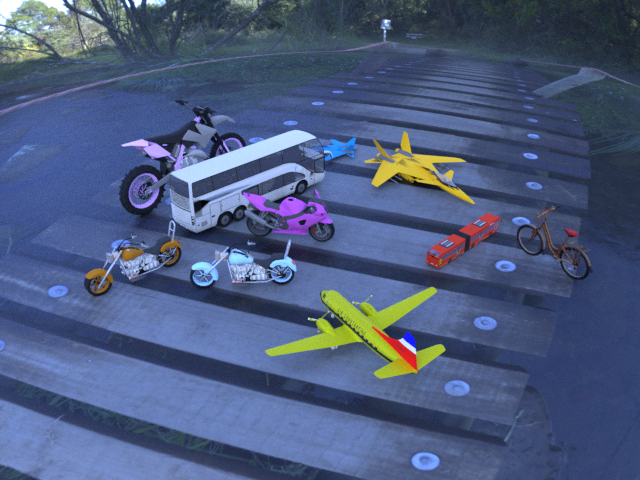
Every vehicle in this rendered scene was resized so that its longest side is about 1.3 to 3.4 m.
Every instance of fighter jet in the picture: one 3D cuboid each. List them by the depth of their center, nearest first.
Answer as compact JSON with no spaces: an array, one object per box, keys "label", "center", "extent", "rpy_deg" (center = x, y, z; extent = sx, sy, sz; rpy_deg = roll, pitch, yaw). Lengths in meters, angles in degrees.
[{"label":"fighter jet","center":[2.064,-1.353,13.413],"extent":[2.229,0.557,2.640],"rpy_deg":[-17,34,-27]},{"label":"fighter jet","center":[0.084,-1.981,14.779],"extent":[1.358,0.286,1.147],"rpy_deg":[4,30,7]}]

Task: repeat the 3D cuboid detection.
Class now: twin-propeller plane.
[{"label":"twin-propeller plane","center":[0.579,1.060,8.973],"extent":[2.663,0.792,2.129],"rpy_deg":[-17,34,-27]}]

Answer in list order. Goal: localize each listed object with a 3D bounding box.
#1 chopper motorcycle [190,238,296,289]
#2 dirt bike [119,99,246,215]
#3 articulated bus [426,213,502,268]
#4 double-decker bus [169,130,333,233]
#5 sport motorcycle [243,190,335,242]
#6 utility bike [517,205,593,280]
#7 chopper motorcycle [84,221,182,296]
[{"label":"chopper motorcycle","center":[-1.130,0.348,10.245],"extent":[1.563,0.761,0.466],"rpy_deg":[-1,30,-2]},{"label":"dirt bike","center":[-2.443,-1.576,12.686],"extent":[1.024,1.666,2.903],"rpy_deg":[24,38,35]},{"label":"articulated bus","center":[2.342,-0.006,11.336],"extent":[0.311,0.289,1.749],"rpy_deg":[26,39,37]},{"label":"double-decker bus","center":[-1.169,-1.124,12.517],"extent":[3.251,1.052,0.756],"rpy_deg":[-26,39,-38]},{"label":"sport motorcycle","center":[-0.506,-0.388,11.467],"extent":[1.520,0.821,0.506],"rpy_deg":[5,30,9]},{"label":"utility bike","center":[3.535,0.025,10.621],"extent":[0.535,0.946,1.435],"rpy_deg":[-19,35,-30]},{"label":"chopper motorcycle","center":[-2.764,0.265,10.388],"extent":[1.563,0.761,0.466],"rpy_deg":[-23,37,-34]}]
